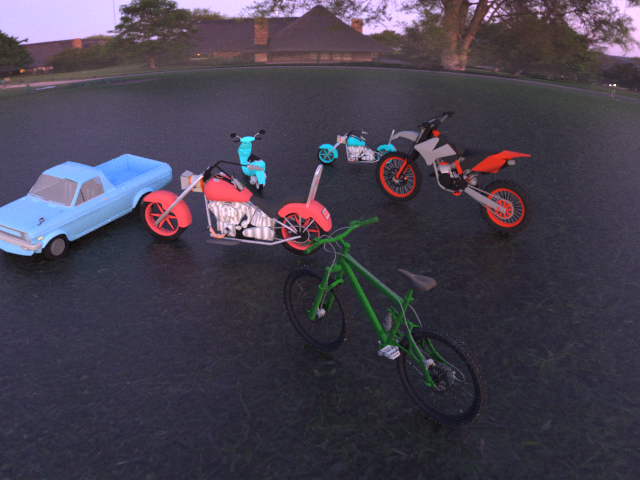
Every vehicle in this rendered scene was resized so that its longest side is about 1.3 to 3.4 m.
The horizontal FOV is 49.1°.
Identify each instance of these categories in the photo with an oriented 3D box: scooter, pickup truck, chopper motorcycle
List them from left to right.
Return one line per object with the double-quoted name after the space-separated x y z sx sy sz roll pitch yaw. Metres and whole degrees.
-3.804 -0.725 11.309 1.244 0.993 3.117 15 31 27 "pickup truck"
-1.305 -0.556 10.445 3.040 1.480 0.906 7 28 14 "chopper motorcycle"
-1.269 -1.512 12.923 0.662 0.919 1.399 -10 29 -18 "scooter"
0.725 -1.823 13.703 1.563 0.761 0.466 4 27 7 "chopper motorcycle"

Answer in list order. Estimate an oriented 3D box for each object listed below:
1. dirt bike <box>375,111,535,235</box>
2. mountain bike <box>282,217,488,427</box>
2.129 -1.132 11.363 2.903 1.666 1.024 20 33 33 "dirt bike"
0.588 0.831 7.514 1.114 1.688 2.857 -24 36 -39 "mountain bike"
